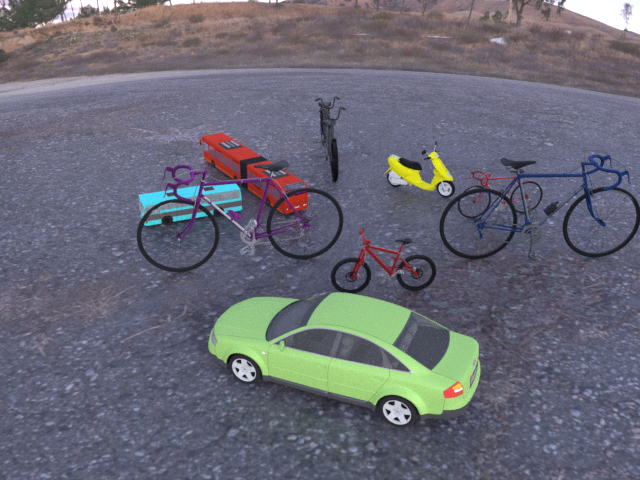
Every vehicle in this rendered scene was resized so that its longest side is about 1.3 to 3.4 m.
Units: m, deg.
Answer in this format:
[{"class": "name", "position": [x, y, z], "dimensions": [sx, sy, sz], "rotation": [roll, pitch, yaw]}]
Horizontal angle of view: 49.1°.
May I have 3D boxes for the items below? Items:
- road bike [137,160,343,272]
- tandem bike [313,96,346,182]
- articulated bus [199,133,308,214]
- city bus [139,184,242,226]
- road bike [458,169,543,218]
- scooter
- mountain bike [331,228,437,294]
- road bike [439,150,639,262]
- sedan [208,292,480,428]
[{"class": "road bike", "position": [-1.118, -0.363, 10.066], "dimensions": [3.004, 1.656, 0.697], "rotation": [-6, 27, -11]}, {"class": "tandem bike", "position": [0.176, -2.263, 14.230], "dimensions": [0.550, 1.326, 3.192], "rotation": [-2, 27, -4]}, {"class": "articulated bus", "position": [-1.311, -1.319, 13.198], "dimensions": [0.605, 0.561, 3.401], "rotation": [-16, 31, -29]}, {"class": "city bus", "position": [-2.192, -0.612, 11.899], "dimensions": [1.674, 0.460, 0.476], "rotation": [-11, 28, -20]}, {"class": "road bike", "position": [3.066, -0.798, 11.832], "dimensions": [1.545, 0.852, 0.358], "rotation": [-6, 27, -11]}, {"class": "scooter", "position": [1.825, -1.311, 12.782], "dimensions": [1.399, 0.919, 0.662], "rotation": [15, 30, 27]}, {"class": "mountain bike", "position": [0.877, 0.334, 9.553], "dimensions": [1.469, 0.868, 0.573], "rotation": [-3, 27, -5]}, {"class": "road bike", "position": [3.266, -0.465, 10.270], "dimensions": [3.004, 1.656, 0.697], "rotation": [-1, 27, -2]}, {"class": "sedan", "position": [0.211, 1.143, 7.857], "dimensions": [3.137, 0.940, 1.235], "rotation": [11, 29, 20]}]
